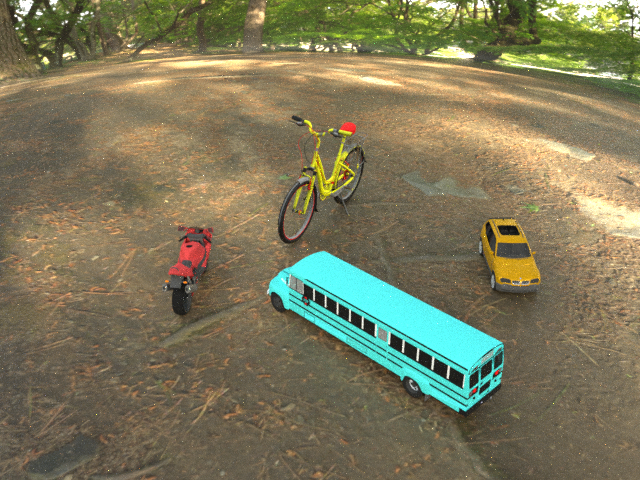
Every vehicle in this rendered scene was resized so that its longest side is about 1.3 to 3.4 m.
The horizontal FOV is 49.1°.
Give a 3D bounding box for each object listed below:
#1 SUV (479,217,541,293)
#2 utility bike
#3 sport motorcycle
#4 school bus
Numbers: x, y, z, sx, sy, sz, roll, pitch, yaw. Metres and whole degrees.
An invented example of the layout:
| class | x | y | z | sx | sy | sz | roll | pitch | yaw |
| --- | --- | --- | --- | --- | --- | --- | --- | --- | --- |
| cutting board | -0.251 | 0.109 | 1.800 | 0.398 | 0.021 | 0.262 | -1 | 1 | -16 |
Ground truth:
| class | x | y | z | sx | sy | sz | roll | pitch | yaw |
| --- | --- | --- | --- | --- | --- | --- | --- | --- | --- |
| SUV | 2.730 | 0.188 | 10.126 | 0.656 | 0.580 | 1.572 | 1 | 29 | 1 |
| utility bike | 0.193 | -1.119 | 11.179 | 1.039 | 1.839 | 2.791 | 16 | 33 | 26 |
| sport motorcycle | -1.766 | 0.364 | 9.564 | 0.506 | 0.821 | 1.520 | 3 | 29 | 5 |
| school bus | 0.617 | 0.957 | 8.474 | 0.709 | 0.844 | 3.322 | -25 | 38 | -37 |
